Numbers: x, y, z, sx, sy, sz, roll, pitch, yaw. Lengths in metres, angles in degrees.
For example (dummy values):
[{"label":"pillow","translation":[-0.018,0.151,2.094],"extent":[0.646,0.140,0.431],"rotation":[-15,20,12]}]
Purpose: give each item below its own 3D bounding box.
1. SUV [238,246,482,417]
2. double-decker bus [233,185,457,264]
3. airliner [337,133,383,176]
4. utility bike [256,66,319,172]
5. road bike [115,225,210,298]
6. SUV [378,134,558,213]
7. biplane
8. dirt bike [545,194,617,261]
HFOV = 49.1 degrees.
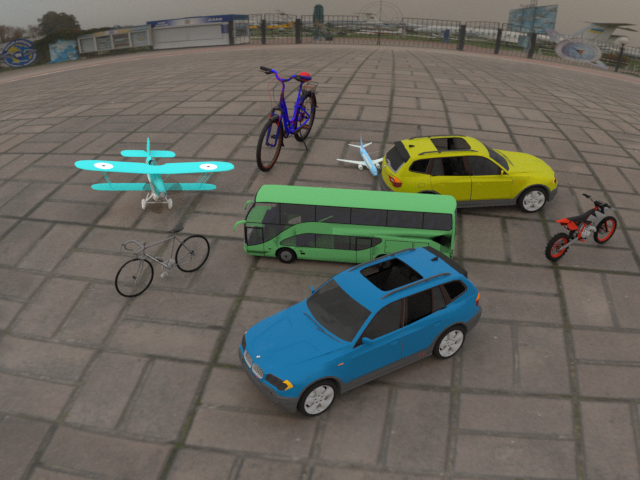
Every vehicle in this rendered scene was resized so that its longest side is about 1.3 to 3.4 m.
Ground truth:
[{"label":"SUV","translation":[0.528,0.957,8.386],"extent":[3.058,1.128,1.276],"rotation":[-17,34,-27]},{"label":"double-decker bus","translation":[0.374,-0.198,10.450],"extent":[3.251,1.052,0.756],"rotation":[4,30,7]},{"label":"airliner","translation":[0.925,-1.632,13.538],"extent":[1.161,0.429,1.307],"rotation":[-5,31,-9]},{"label":"utility bike","translation":[-0.509,-2.515,13.656],"extent":[1.039,1.839,2.791],"rotation":[12,32,19]},{"label":"road bike","translation":[-2.208,0.251,9.876],"extent":[1.545,0.852,0.358],"rotation":[-25,38,-36]},{"label":"SUV","translation":[2.549,-1.174,12.055],"extent":[3.058,1.128,1.276],"rotation":[-4,30,-6]},{"label":"biplane","translation":[-2.840,-1.166,12.187],"extent":[2.598,0.981,2.120],"rotation":[-10,32,-16]},{"label":"dirt bike","translation":[4.012,-0.196,10.640],"extent":[1.493,0.857,0.527],"rotation":[-16,34,-25]}]
